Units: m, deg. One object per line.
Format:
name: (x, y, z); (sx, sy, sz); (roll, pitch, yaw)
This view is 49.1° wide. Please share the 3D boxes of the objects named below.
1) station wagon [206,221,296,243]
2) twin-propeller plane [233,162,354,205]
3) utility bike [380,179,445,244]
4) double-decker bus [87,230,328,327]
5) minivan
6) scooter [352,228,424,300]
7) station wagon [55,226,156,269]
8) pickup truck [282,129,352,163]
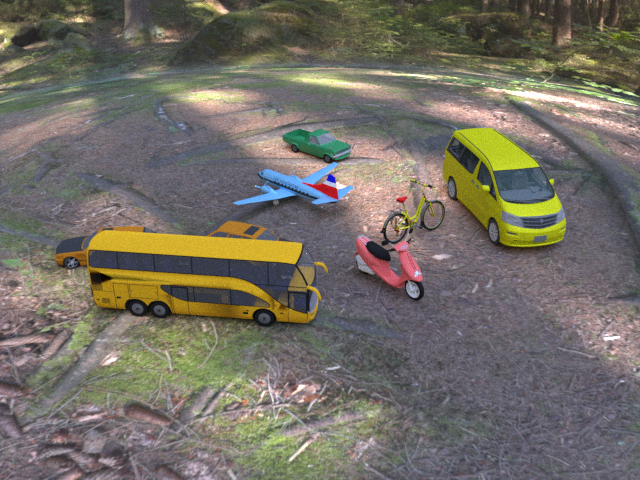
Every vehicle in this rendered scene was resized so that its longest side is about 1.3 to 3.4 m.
station wagon: (-1.040, 0.059, 11.162); (1.597, 0.473, 0.682); (12, 30, 21)
twin-propeller plane: (-0.443, -1.076, 12.976); (2.129, 0.792, 2.663); (24, 36, 37)
utility bike: (1.543, -0.502, 11.721); (1.435, 0.946, 0.535); (-18, 33, -31)
double-decker bus: (-1.548, 0.516, 9.674); (3.251, 1.052, 0.756); (4, 28, 7)
minivan: (3.200, -0.978, 12.355); (1.324, 1.197, 3.011); (-6, 28, -11)
scooter: (1.003, 0.268, 10.287); (0.662, 0.919, 1.399); (-23, 36, -37)
station wagon: (-3.388, 0.083, 11.118); (1.597, 0.473, 0.682); (-3, 28, -6)
pickup truck: (-0.076, -2.137, 15.292); (1.603, 0.511, 0.640); (23, 35, 36)
